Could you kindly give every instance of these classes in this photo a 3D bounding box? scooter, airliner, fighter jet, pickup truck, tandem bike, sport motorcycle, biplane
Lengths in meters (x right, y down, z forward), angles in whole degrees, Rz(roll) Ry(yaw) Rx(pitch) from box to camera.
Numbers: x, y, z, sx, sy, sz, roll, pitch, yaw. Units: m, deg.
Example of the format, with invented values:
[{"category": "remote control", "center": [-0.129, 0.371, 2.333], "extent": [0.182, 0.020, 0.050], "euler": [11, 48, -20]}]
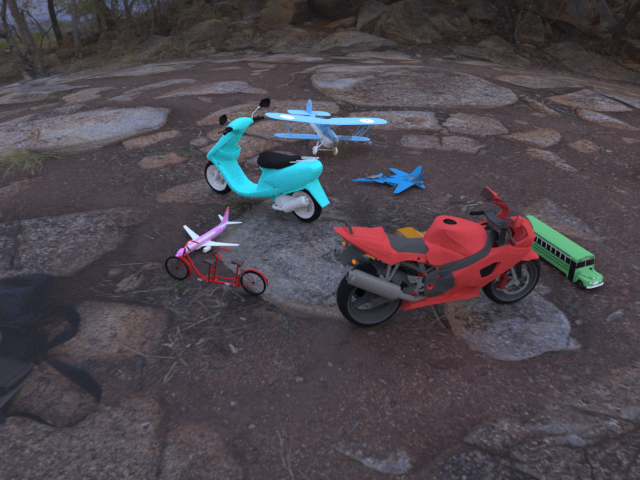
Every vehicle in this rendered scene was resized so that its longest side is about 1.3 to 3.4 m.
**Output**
[{"category": "scooter", "center": [-1.002, -1.364, 11.990], "extent": [2.721, 1.786, 1.288], "euler": [19, 34, 30]}, {"category": "airliner", "center": [-1.840, -0.103, 11.104], "extent": [1.161, 0.429, 1.307], "euler": [18, 34, 29]}, {"category": "fighter jet", "center": [1.289, -1.196, 13.242], "extent": [1.358, 0.286, 1.147], "euler": [0, 29, 1]}, {"category": "pickup truck", "center": [1.286, 0.131, 10.594], "extent": [1.603, 0.511, 0.640], "euler": [-11, 31, -19]}, {"category": "tandem bike", "center": [-1.495, 0.389, 9.947], "extent": [1.642, 0.682, 0.283], "euler": [10, 30, 17]}, {"category": "sport motorcycle", "center": [1.592, 0.294, 9.171], "extent": [2.955, 1.596, 0.983], "euler": [-7, 30, -12]}, {"category": "biplane", "center": [0.061, -2.385, 14.684], "extent": [2.598, 0.981, 2.120], "euler": [-9, 30, -16]}]

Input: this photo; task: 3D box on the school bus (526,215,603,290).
[{"category": "school bus", "center": [3.598, 0.172, 10.600], "extent": [0.365, 0.434, 1.708], "euler": [-12, 31, -21]}]
